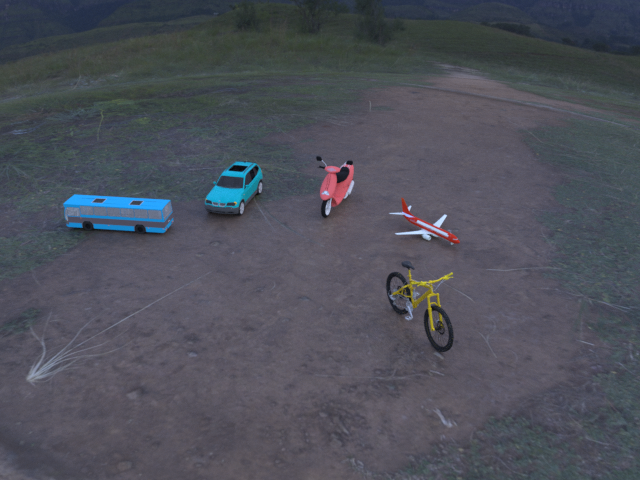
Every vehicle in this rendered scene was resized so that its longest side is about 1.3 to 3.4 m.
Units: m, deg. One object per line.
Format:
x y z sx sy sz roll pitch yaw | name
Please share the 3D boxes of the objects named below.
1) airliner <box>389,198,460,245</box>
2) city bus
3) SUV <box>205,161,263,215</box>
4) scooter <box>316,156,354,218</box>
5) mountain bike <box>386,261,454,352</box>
1.730 -0.290 11.140 1.161 0.429 1.307 -20 32 -34 | airliner
-3.258 -0.409 11.349 1.674 0.460 0.476 4 26 7 | city bus
-1.491 -0.937 12.292 0.656 0.580 1.572 6 27 13 | SUV
0.300 -1.022 12.081 0.662 0.919 1.399 10 28 20 | scooter
1.200 0.727 8.561 0.573 0.868 1.469 -12 28 -22 | mountain bike
